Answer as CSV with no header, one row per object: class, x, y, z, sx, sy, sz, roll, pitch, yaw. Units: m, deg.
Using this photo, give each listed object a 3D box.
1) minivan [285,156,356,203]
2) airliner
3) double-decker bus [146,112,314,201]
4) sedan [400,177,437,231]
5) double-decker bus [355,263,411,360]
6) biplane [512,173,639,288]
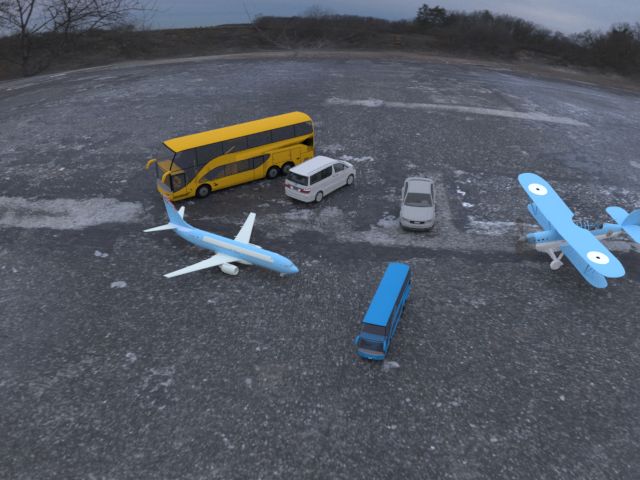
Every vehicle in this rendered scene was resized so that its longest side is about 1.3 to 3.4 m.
minivan,0.039,-1.208,12.993,0.681,0.616,1.548,22,36,33
airliner,-1.426,-0.052,10.763,2.541,0.835,2.257,16,33,25
double-decker bus,-1.597,-1.589,13.218,3.251,1.052,0.756,-19,35,-29
sedan,1.718,-0.692,12.229,0.635,0.483,1.613,4,30,7
double-decker bus,0.876,0.940,9.332,0.389,0.541,1.672,9,31,16
biplane,4.001,-0.086,10.676,2.120,0.981,2.598,-8,31,-13
